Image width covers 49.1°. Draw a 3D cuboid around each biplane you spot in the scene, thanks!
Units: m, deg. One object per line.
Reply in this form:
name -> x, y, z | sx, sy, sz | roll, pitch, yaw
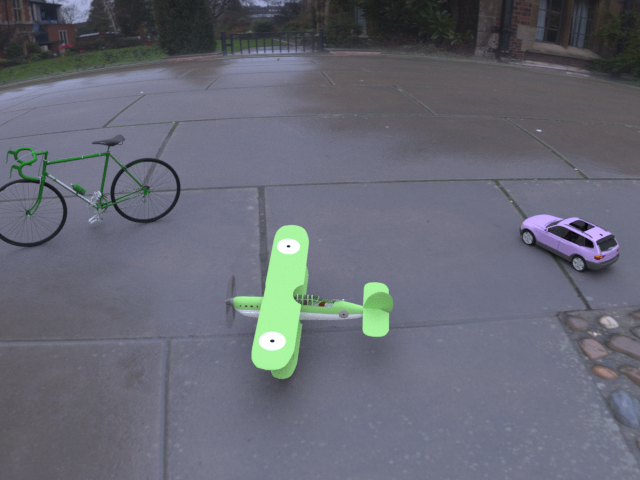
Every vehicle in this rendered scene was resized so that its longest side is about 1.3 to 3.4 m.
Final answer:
biplane -> -0.152, 0.867, 8.777 | 2.120, 0.981, 2.598 | 2, 29, 4

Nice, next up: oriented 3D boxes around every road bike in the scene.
road bike -> -3.703, -0.828, 11.101 | 3.004, 1.656, 0.696 | -13, 32, -22

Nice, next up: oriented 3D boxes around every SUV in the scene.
SUV -> 3.843, -0.055, 10.824 | 0.656, 0.580, 1.572 | -19, 34, -30
